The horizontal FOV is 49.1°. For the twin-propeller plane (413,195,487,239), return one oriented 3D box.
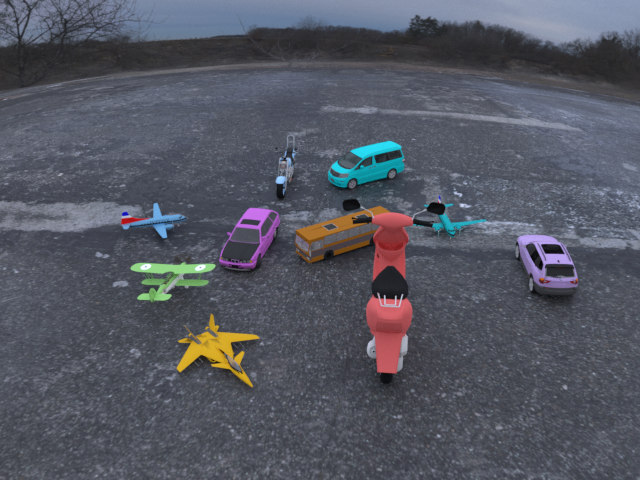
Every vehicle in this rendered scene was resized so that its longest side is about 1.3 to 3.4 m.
[{"bbox_3d":[2.125,-0.376,11.863,1.370,0.407,1.095,-3,28,-5],"label":"twin-propeller plane"}]

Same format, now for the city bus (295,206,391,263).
[{"bbox_3d":[0.420,-0.084,11.268,1.674,0.460,0.476,-17,33,-28],"label":"city bus"}]

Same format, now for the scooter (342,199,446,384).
[{"bbox_3d":[0.892,0.448,8.889,1.288,1.786,2.721,3,28,5],"label":"scooter"}]

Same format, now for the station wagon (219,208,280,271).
[{"bbox_3d":[-1.115,-0.064,11.216,0.682,0.473,1.597,6,29,11],"label":"station wagon"}]

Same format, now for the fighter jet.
[{"bbox_3d":[-1.203,1.399,8.705,1.147,0.286,1.358,-20,34,-32],"label":"fighter jet"}]

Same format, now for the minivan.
[{"bbox_3d":[0.899,-1.478,13.683,1.548,0.616,0.681,-16,32,-27],"label":"minivan"}]

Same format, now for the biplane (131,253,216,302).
[{"bbox_3d":[-2.165,0.591,9.973,1.336,0.504,1.090,8,29,15],"label":"biplane"}]

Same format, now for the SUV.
[{"bbox_3d":[3.385,0.284,10.460,0.656,0.580,1.572,1,28,2],"label":"SUV"}]

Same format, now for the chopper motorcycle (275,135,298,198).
[{"bbox_3d":[-0.658,-1.416,13.417,0.466,0.761,1.563,3,29,6],"label":"chopper motorcycle"}]

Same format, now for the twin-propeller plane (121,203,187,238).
[{"bbox_3d":[-2.801,-0.354,11.824,1.095,0.407,1.370,-9,30,-16],"label":"twin-propeller plane"}]
